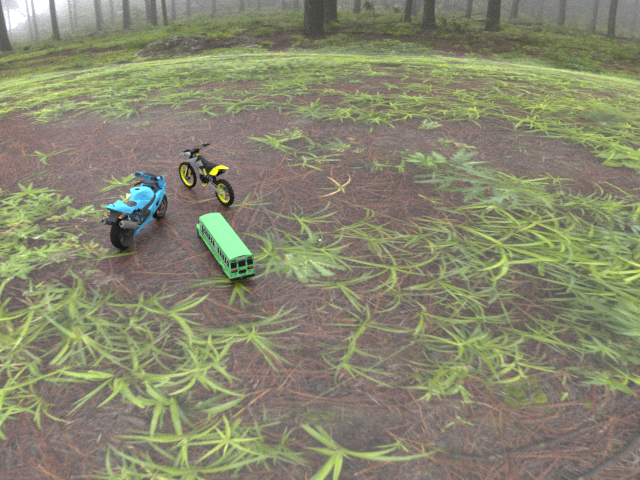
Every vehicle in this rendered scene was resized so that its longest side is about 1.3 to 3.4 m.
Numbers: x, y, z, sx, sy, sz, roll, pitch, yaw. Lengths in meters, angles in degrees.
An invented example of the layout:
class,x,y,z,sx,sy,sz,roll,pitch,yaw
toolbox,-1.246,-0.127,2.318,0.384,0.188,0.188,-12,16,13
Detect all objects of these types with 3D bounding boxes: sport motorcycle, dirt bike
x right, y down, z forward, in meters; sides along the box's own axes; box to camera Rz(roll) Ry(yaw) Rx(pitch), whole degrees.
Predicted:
class,x,y,z,sx,sy,sz,roll,pitch,yaw
sport motorcycle,-2.735,-0.479,10.572,0.506,0.821,1.520,9,29,16
dirt bike,-1.939,-1.118,11.729,0.527,0.857,1.493,-25,37,-38

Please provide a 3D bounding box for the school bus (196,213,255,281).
class,x,y,z,sx,sy,sz,roll,pitch,yaw
school bus,-1.393,0.040,10.013,0.365,0.434,1.708,-12,31,-22
